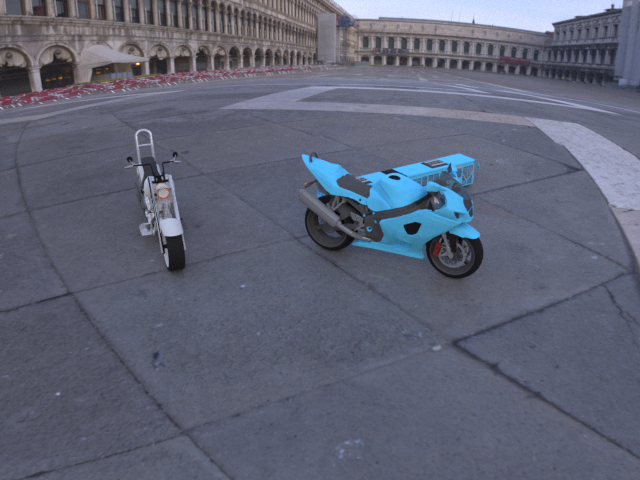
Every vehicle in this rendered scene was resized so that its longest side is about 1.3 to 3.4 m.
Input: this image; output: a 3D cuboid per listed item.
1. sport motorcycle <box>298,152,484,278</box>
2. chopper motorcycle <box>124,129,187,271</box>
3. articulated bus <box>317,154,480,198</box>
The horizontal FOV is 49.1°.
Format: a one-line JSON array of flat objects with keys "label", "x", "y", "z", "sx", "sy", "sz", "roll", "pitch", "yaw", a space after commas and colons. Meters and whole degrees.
[{"label": "sport motorcycle", "x": 1.030, "y": -0.390, "z": 10.489, "sx": 2.955, "sy": 1.596, "sz": 0.983, "roll": 13, "pitch": 28, "yaw": 25}, {"label": "chopper motorcycle", "x": -2.611, "y": -0.711, "z": 11.303, "sx": 0.906, "sy": 1.480, "sz": 3.040, "roll": -9, "pitch": 27, "yaw": -18}, {"label": "articulated bus", "x": 1.508, "y": -1.033, "z": 13.055, "sx": 3.401, "sy": 0.561, "sz": 0.605, "roll": -15, "pitch": 29, "yaw": -29}]
